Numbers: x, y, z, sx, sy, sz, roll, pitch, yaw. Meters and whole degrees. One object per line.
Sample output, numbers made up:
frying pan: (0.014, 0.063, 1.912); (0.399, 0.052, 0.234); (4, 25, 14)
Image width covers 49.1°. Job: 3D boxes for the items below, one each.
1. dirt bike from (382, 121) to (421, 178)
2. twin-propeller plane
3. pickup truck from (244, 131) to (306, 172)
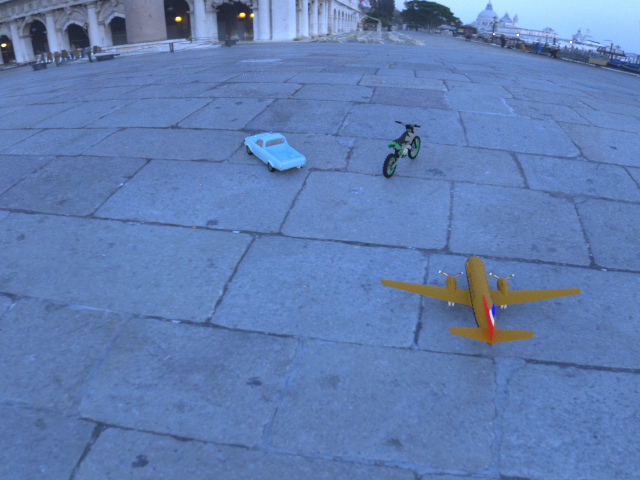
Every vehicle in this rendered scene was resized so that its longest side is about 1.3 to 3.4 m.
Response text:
dirt bike: (1.580, -1.779, 13.386); (0.527, 0.857, 1.493); (18, 35, 28)
twin-propeller plane: (2.138, 0.669, 9.252); (2.663, 0.792, 2.129); (2, 30, 4)
pickup truck: (-0.899, -1.774, 13.720); (0.640, 0.511, 1.603); (-17, 34, -26)
